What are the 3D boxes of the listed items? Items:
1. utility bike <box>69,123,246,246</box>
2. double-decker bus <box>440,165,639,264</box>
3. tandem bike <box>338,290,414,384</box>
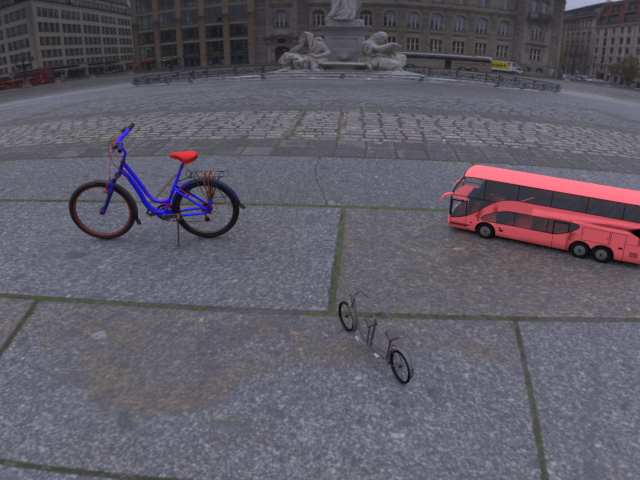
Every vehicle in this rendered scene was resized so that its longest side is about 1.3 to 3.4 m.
[{"bbox_3d":[-2.575,-0.789,10.888,2.791,1.839,1.039,-1,26,-2],"label":"utility bike"},{"bbox_3d":[3.572,-0.444,11.078,3.251,1.052,0.756,13,29,25],"label":"double-decker bus"},{"bbox_3d":[0.634,1.088,8.356,0.283,0.682,1.642,-13,29,-25],"label":"tandem bike"}]
